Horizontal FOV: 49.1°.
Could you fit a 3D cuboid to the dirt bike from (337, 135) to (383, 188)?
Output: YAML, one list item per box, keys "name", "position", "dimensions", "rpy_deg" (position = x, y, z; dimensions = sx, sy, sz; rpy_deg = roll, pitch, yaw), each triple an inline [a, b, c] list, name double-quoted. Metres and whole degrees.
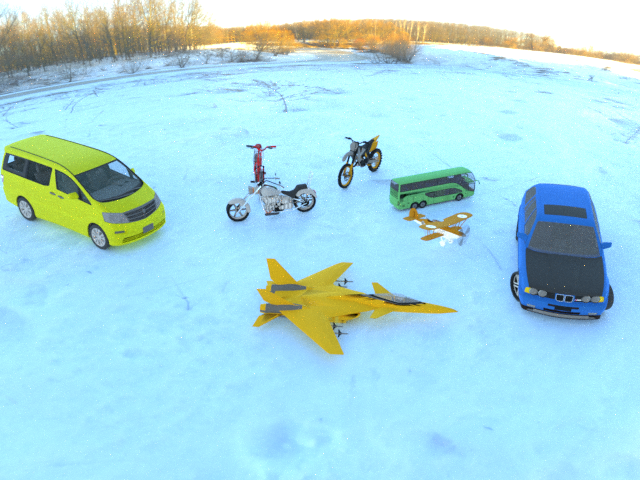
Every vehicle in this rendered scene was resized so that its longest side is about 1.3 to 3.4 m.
- name: "dirt bike"
  position: [0.780, -1.542, 13.225]
  dimensions: [0.527, 0.857, 1.493]
  rpy_deg: [18, 33, 31]

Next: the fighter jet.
- name: "fighter jet"
  position: [0.500, 0.732, 9.230]
  dimensions: [2.640, 0.557, 2.229]
  rpy_deg: [2, 28, 5]

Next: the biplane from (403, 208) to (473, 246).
- name: "biplane"
  position: [1.861, -0.225, 11.103]
  dimensions: [1.090, 0.504, 1.336]
  rpy_deg: [24, 36, 37]

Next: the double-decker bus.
- name: "double-decker bus"
  position: [2.026, -0.926, 12.395]
  dimensions: [1.672, 0.541, 0.389]
  rpy_deg: [-12, 30, -21]

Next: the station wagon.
- name: "station wagon"
  position: [3.504, 0.013, 10.206]
  dimensions: [1.327, 0.920, 3.105]
  rpy_deg: [7, 29, 13]

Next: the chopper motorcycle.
- name: "chopper motorcycle"
  position: [-0.811, -0.745, 11.815]
  dimensions: [1.563, 0.761, 0.466]
  rpy_deg: [-7, 29, -13]

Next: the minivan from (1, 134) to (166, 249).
- name: "minivan"
  position: [-3.933, -0.853, 11.553]
  dimensions: [3.011, 1.197, 1.324]
  rpy_deg: [17, 32, 30]

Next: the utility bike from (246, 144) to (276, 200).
- name: "utility bike"
  position: [-1.072, -1.360, 12.785]
  dimensions: [0.535, 0.946, 1.435]
  rpy_deg: [-5, 28, -9]
